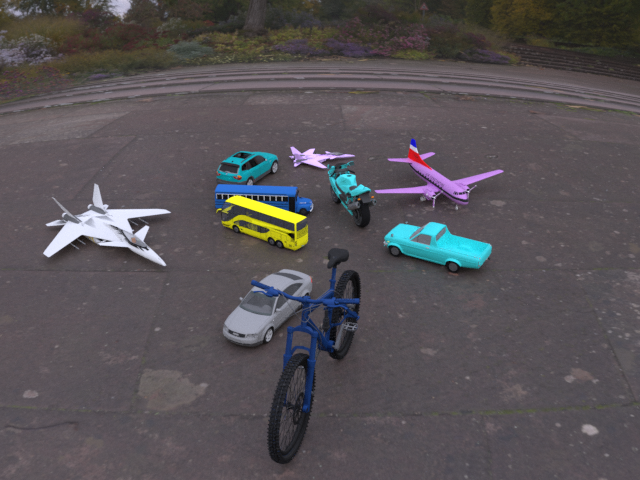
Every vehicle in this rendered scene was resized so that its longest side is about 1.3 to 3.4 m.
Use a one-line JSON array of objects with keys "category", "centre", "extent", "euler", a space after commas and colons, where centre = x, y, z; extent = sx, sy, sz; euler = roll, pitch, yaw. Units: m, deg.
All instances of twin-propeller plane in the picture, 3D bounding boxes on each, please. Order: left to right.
[{"category": "twin-propeller plane", "centre": [2.131, -1.208, 12.869], "extent": [2.663, 0.792, 2.129], "euler": [-11, 29, -20]}]

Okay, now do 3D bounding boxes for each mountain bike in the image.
[{"category": "mountain bike", "centre": [0.008, 1.016, 7.570], "extent": [1.114, 1.688, 2.857], "euler": [9, 29, 17]}]

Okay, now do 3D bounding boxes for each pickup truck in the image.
[{"category": "pickup truck", "centre": [1.791, 0.054, 10.724], "extent": [1.603, 0.511, 0.640], "euler": [15, 31, 27]}]

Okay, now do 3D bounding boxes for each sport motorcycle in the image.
[{"category": "sport motorcycle", "centre": [0.508, -0.813, 12.069], "extent": [0.506, 0.821, 1.520], "euler": [-10, 29, -19]}]

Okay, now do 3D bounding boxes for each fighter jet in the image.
[{"category": "fighter jet", "centre": [-3.243, -0.191, 11.149], "extent": [2.640, 0.557, 2.229], "euler": [24, 36, 38]}, {"category": "fighter jet", "centre": [0.073, -1.775, 14.521], "extent": [1.358, 0.286, 1.147], "euler": [-6, 28, -11]}]

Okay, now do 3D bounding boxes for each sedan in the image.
[{"category": "sedan", "centre": [-0.673, 0.828, 9.251], "extent": [0.635, 0.483, 1.613], "euler": [14, 30, 25]}]

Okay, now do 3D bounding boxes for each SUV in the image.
[{"category": "SUV", "centre": [-1.392, -1.436, 13.543], "extent": [0.656, 0.580, 1.572], "euler": [13, 30, 23]}]

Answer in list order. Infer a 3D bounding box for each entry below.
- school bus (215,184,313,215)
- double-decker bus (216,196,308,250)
[{"category": "school bus", "centre": [-0.977, -0.716, 12.304], "extent": [1.708, 0.434, 0.365], "euler": [2, 27, 4]}, {"category": "double-decker bus", "centre": [-0.939, -0.298, 11.374], "extent": [1.672, 0.541, 0.389], "euler": [18, 32, 31]}]
